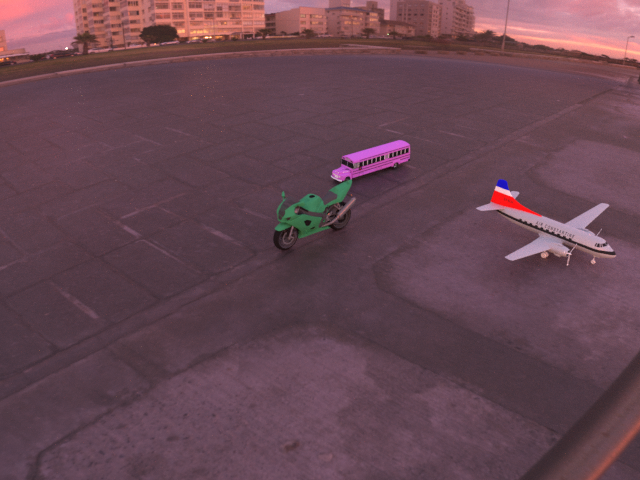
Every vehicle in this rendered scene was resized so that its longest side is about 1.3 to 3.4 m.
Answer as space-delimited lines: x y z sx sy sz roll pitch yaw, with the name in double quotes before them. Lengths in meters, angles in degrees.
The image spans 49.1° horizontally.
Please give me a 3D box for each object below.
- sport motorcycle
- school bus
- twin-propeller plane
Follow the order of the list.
"sport motorcycle" -0.093 -0.392 10.603 1.520 0.821 0.506 -22 35 -35
"school bus" 0.949 -1.459 13.026 1.708 0.434 0.365 -20 34 -33
"twin-propeller plane" 3.421 -0.271 10.408 2.663 0.792 2.129 -23 36 -36
